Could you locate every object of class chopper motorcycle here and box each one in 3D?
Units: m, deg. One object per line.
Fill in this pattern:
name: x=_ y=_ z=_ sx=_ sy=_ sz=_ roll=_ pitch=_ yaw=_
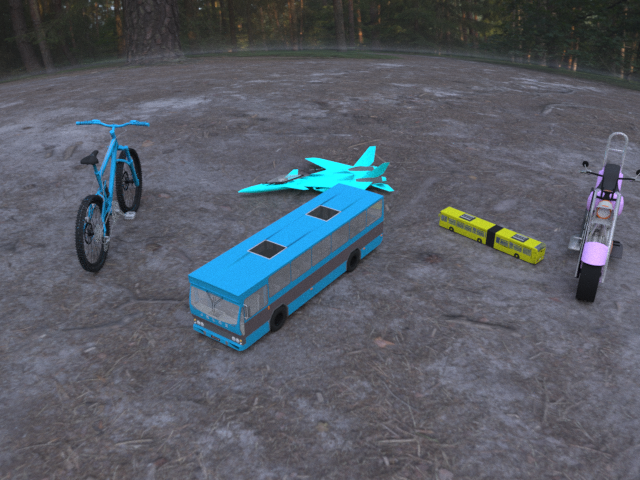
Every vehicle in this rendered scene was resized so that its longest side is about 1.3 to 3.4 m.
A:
chopper motorcycle: x=4.026 y=-0.399 z=9.967 sx=0.906 sy=1.480 sz=3.040 roll=12 pitch=31 yaw=21

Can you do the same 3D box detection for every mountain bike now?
mountain bike: x=-3.129 y=-0.783 z=10.446 sx=1.114 sy=1.688 sz=2.857 roll=1 pitch=29 yaw=2

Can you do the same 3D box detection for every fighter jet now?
fighter jet: x=-0.131 y=-1.129 z=12.237 sx=2.640 sy=0.557 sz=2.229 roll=-7 pitch=30 yaw=-12

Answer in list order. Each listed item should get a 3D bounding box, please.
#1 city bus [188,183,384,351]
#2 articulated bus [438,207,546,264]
city bus: x=-0.314 y=0.268 z=9.367 sx=0.926 sy=0.894 sz=3.255 roll=19 pitch=34 yaw=30
articulated bus: x=2.574 y=-0.090 z=10.639 sx=0.311 sy=0.289 sz=1.749 roll=-25 pitch=38 yaw=-38
